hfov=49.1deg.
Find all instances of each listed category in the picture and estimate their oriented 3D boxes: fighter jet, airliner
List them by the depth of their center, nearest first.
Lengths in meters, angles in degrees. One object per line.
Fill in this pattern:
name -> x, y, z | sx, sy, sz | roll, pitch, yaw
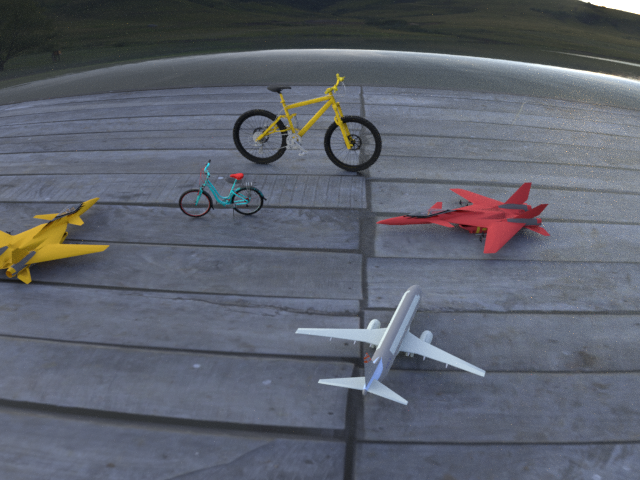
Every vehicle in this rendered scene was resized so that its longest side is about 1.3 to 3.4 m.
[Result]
airliner -> 0.878, 1.000, 8.267 | 2.257, 0.835, 2.541 | 11, 31, 18
fighter jet -> -4.170, -0.255, 10.785 | 2.229, 0.557, 2.640 | 9, 30, 15
fighter jet -> 2.213, -0.464, 11.158 | 2.640, 0.557, 2.229 | -2, 29, -3

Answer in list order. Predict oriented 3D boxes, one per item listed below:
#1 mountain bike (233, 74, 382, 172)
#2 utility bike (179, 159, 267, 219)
mountain bike -> -0.263, -2.123, 12.958 | 2.857, 1.688, 1.114 | 6, 30, 10
utility bike -> -1.580, -0.770, 11.306 | 1.435, 0.946, 0.535 | -3, 29, -5
